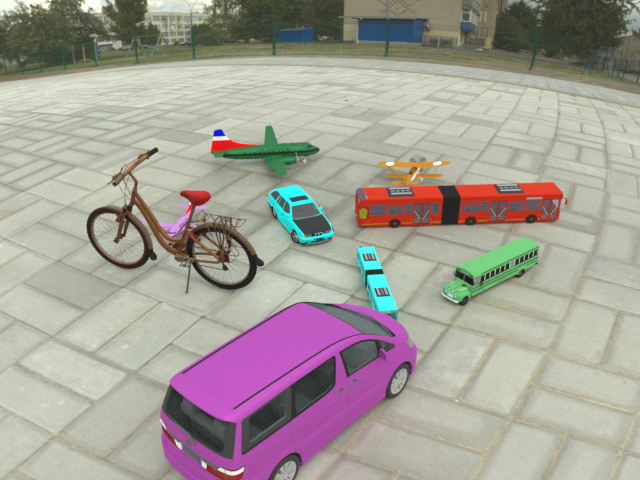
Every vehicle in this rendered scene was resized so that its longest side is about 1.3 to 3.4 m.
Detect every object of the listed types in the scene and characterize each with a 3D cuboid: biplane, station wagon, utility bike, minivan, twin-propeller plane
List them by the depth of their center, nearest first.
[{"bbox_3d":[-0.183,1.405,7.292,1.324,1.197,3.011,23,36,36],"label":"minivan"},{"bbox_3d":[-2.102,-0.179,9.511,2.791,1.839,1.039,10,30,17],"label":"utility bike"},{"bbox_3d":[-2.223,-0.332,11.277,1.370,0.407,1.095,6,29,11],"label":"twin-propeller plane"},{"bbox_3d":[-0.329,-0.453,11.428,0.682,0.473,1.597,-12,31,-21],"label":"station wagon"},{"bbox_3d":[1.650,-1.204,12.764,1.336,0.504,1.090,10,30,18],"label":"biplane"},{"bbox_3d":[-1.051,-1.821,13.588,2.129,0.792,2.663,-5,29,-8],"label":"twin-propeller plane"}]

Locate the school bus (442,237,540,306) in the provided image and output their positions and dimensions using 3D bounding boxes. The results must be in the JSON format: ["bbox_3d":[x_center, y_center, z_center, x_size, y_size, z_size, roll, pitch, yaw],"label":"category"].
[{"bbox_3d":[2.413,0.426,9.867,1.708,0.434,0.365,-20,35,-32],"label":"school bus"}]

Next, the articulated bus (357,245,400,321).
[{"bbox_3d":[0.770,0.605,9.692,0.311,0.289,1.749,-3,29,-6],"label":"articulated bus"}]

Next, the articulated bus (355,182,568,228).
[{"bbox_3d":[2.298,-0.587,11.581,3.401,0.561,0.605,-2,29,-4],"label":"articulated bus"}]
